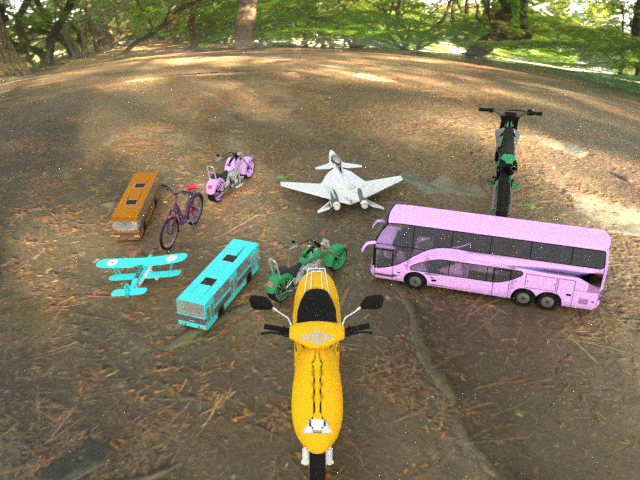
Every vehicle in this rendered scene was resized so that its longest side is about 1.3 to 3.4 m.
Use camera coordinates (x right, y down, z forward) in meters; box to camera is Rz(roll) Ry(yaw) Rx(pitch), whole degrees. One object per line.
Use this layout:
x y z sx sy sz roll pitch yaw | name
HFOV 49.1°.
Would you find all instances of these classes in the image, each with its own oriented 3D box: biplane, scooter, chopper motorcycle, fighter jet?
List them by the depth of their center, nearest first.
-0.034 1.144 7.345 1.288 1.786 2.721 0 30 0 | scooter
-2.530 0.490 9.773 1.336 0.504 1.090 3 30 6 | biplane
-0.162 0.317 9.816 0.466 0.761 1.563 24 38 36 | chopper motorcycle
-1.591 -1.242 12.535 0.466 0.761 1.563 11 32 19 | chopper motorcycle
0.372 -1.295 12.833 2.229 0.557 2.640 -3 30 -6 | fighter jet

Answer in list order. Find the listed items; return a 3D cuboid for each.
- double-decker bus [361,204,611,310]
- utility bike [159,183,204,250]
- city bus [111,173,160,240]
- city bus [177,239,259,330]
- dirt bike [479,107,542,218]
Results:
2.240 0.211 9.709 3.251 1.052 0.756 8 31 14 | double-decker bus
-2.123 -0.483 11.026 0.535 0.946 1.435 10 31 16 | utility bike
-3.038 -0.563 11.653 0.476 0.460 1.674 0 30 0 | city bus
-1.360 0.597 9.631 0.476 0.460 1.674 10 31 17 | city bus
3.076 -1.288 11.706 1.024 1.666 2.903 7 31 12 | dirt bike
